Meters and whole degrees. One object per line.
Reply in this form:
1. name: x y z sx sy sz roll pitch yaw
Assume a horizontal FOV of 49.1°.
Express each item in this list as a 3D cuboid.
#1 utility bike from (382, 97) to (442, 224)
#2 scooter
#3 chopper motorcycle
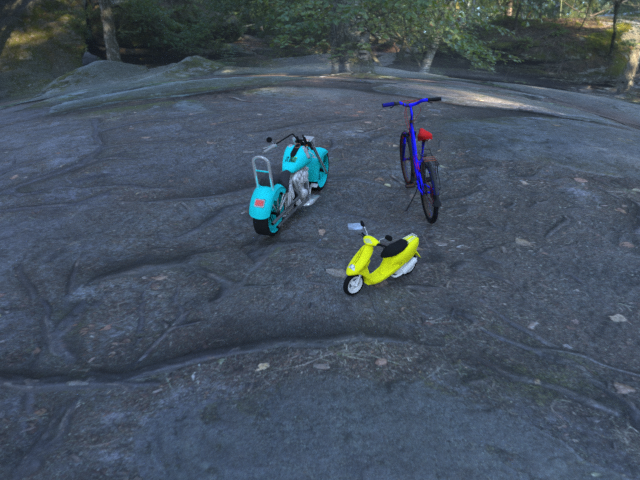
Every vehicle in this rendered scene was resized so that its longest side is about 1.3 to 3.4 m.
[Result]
1. utility bike: 1.625 -1.481 12.176 1.039 1.839 2.791 -3 26 -6
2. scooter: 0.886 0.208 9.795 1.399 0.919 0.662 -18 31 -32
3. chopper motorcycle: -0.437 -1.161 11.934 0.906 1.480 3.040 9 28 17
